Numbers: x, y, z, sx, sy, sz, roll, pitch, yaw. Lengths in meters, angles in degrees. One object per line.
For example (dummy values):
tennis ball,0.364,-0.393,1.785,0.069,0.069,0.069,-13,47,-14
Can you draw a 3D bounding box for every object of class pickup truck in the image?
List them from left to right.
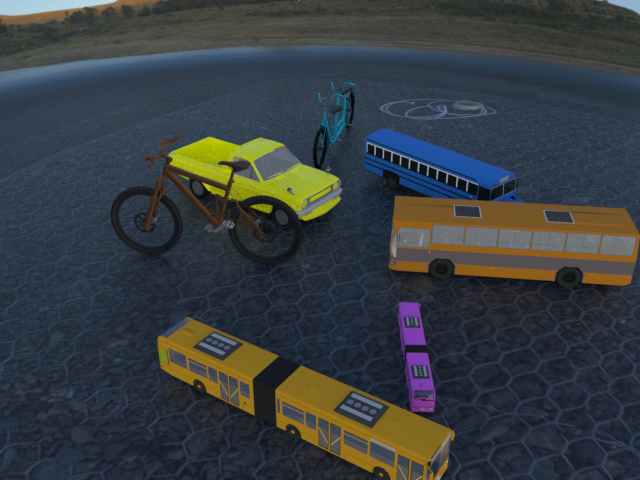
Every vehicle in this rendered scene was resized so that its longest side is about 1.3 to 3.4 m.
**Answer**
pickup truck,-1.155,-1.161,11.870,3.117,0.993,1.244,20,34,32

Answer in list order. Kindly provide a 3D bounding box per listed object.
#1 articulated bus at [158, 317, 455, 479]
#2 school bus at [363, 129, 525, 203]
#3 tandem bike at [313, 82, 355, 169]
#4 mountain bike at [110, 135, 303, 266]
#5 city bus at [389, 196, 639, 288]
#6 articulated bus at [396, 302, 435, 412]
articulated bus,-0.279,1.633,7.234,3.401,0.561,0.605,18,33,29
school bus,2.132,-1.027,11.781,0.709,0.844,3.322,-23,36,-36
tandem bike,0.326,-2.507,13.975,0.550,1.326,3.192,8,30,13
mountain bike,-1.642,-0.465,9.883,2.857,1.688,1.114,5,29,9
city bus,2.623,0.032,9.801,3.255,0.894,0.926,4,29,7
articulated bus,1.100,1.304,8.115,0.311,0.289,1.749,0,29,1
